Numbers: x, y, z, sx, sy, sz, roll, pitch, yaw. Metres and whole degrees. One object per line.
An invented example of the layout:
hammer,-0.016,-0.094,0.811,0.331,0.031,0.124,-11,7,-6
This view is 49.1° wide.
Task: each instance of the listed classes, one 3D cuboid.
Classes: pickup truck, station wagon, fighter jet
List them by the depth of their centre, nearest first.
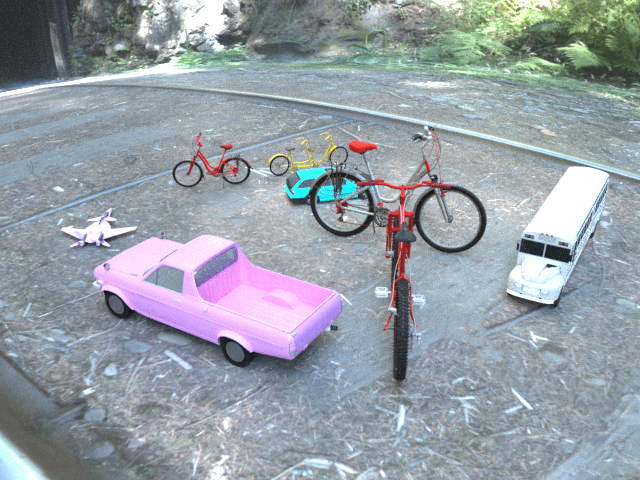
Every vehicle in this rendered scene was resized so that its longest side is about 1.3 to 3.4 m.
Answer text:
pickup truck,-1.301,0.577,8.476,3.117,0.993,1.244,16,31,28
fighter jet,-3.442,-0.292,10.960,1.147,0.286,1.358,-1,27,-1
station wagon,0.208,-0.980,12.106,1.597,0.473,0.682,-7,28,-13

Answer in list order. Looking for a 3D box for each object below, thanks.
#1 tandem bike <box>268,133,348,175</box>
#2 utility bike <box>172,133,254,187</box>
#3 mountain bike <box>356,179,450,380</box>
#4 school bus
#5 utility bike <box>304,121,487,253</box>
tandem bike,-0.212,-1.612,13.117,1.642,0.682,0.283,-11,29,-21
utility bike,-1.892,-1.369,12.349,1.435,0.946,0.535,-5,27,-9
mountain bike,0.951,0.301,8.253,1.114,1.688,2.857,2,27,4
school bus,3.468,-0.135,10.038,0.709,0.844,3.322,15,30,26
utility bike,1.096,-0.830,10.308,2.791,1.839,1.039,9,28,17
